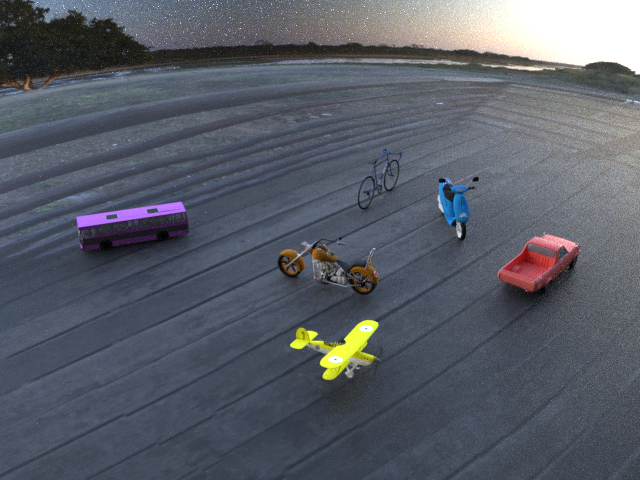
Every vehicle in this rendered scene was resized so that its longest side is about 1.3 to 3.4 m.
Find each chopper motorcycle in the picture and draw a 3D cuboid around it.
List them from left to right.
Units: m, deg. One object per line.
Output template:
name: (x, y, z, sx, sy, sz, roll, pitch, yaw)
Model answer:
chopper motorcycle: (0.099, 0.302, 9.801, 1.563, 0.761, 0.466, 14, 30, 25)

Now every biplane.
biplane: (0.211, 1.278, 8.188, 1.090, 0.504, 1.336, 13, 30, 23)

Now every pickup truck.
pickup truck: (3.189, 0.287, 10.104, 0.640, 0.511, 1.603, 21, 34, 35)

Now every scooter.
scooter: (2.198, -0.659, 11.495, 0.662, 0.919, 1.399, -3, 27, -5)

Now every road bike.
road bike: (1.062, -1.118, 12.459, 0.358, 0.852, 1.545, 16, 31, 28)

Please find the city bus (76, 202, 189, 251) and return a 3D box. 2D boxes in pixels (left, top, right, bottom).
city bus: (-2.961, -0.208, 11.119, 1.674, 0.460, 0.476, -10, 29, -18)
